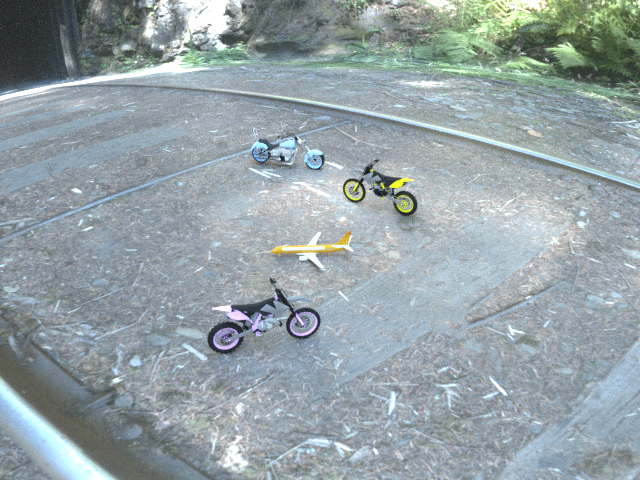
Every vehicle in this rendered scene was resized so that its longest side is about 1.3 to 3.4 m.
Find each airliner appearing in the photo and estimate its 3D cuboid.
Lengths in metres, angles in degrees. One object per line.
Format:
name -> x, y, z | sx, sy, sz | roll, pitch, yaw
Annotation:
airliner -> -0.134, 0.064, 11.113 | 1.307, 0.429, 1.161 | -1, 28, -2

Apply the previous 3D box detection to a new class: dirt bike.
dirt bike -> -0.709, 0.994, 8.948 | 1.493, 0.857, 0.527 | -8, 30, -15
dirt bike -> 1.064, -0.946, 12.529 | 1.493, 0.857, 0.527 | 16, 32, 27

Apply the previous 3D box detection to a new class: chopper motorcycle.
chopper motorcycle -> -0.673, -1.873, 14.341 | 1.563, 0.761, 0.466 | 7, 29, 13
